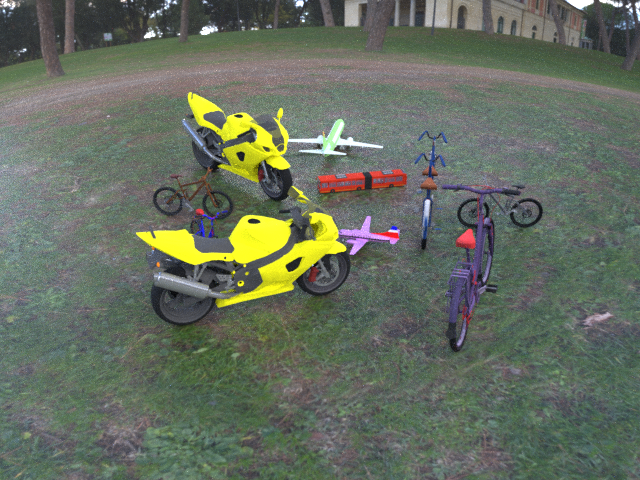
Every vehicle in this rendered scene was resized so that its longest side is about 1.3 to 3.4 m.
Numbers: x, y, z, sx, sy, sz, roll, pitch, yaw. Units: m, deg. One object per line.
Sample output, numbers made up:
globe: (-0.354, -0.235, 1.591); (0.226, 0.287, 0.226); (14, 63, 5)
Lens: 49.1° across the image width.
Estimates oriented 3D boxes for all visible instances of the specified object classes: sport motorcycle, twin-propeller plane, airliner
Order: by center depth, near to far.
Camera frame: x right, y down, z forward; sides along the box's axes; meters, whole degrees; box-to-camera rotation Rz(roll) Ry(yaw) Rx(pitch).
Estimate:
sport motorcycle: (-0.944, 0.276, 9.656); (2.955, 1.596, 0.983); (-10, 31, -18)
twin-propeller plane: (0.767, -0.106, 11.563); (1.095, 0.407, 1.370); (7, 30, 13)
sport motorcycle: (-1.572, -1.829, 13.436); (0.983, 1.596, 2.955); (-26, 38, -38)
airliner: (0.275, -2.365, 15.182); (2.257, 0.835, 2.541); (5, 30, 9)

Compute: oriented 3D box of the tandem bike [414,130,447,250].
tandem bike: (1.916, -1.010, 12.244); (0.550, 1.326, 3.192); (5, 30, 9)

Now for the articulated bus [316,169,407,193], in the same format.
articulated bus: (0.808, -1.142, 13.545); (1.749, 0.289, 0.311); (-6, 30, -10)

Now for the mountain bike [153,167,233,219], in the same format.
mountain bike: (-2.251, -0.789, 12.317); (1.469, 0.868, 0.573); (4, 29, 8)

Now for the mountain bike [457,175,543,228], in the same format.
mountain bike: (3.098, -0.604, 11.984); (1.469, 0.868, 0.573); (0, 29, 0)

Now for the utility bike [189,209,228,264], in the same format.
utility bike: (-1.740, -0.089, 10.979); (0.535, 0.946, 1.435); (-16, 33, -26)

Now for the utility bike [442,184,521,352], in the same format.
utility bike: (2.020, 0.217, 9.512); (1.039, 1.839, 2.791); (11, 31, 20)
